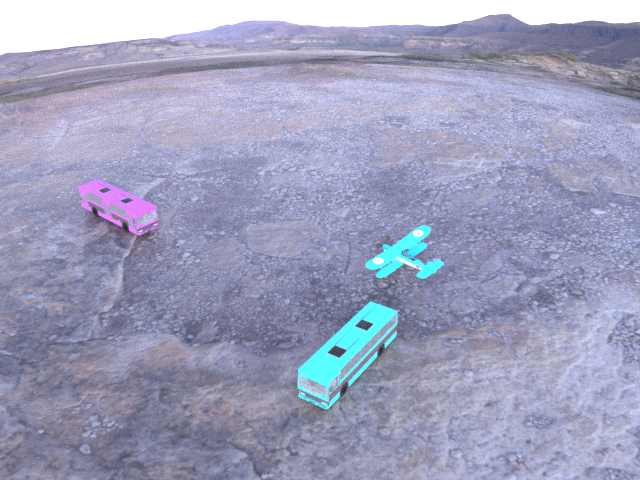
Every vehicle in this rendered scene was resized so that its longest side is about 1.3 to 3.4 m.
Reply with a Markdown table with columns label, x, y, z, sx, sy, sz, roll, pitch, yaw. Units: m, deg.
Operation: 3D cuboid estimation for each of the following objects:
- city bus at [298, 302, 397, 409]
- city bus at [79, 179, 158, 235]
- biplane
| label | x | y | z | sx | sy | sz | roll | pitch | yaw |
| --- | --- | --- | --- | --- | --- | --- | --- | --- | --- |
| city bus | 0.370 | 1.384 | 8.547 | 0.476 | 0.460 | 1.674 | 18 | 34 | 29 |
| city bus | -3.472 | -0.557 | 12.027 | 1.674 | 0.460 | 0.476 | 23 | 36 | 35 |
| biplane | 1.297 | 0.287 | 10.468 | 1.336 | 0.504 | 1.090 | -24 | 37 | -36 |
